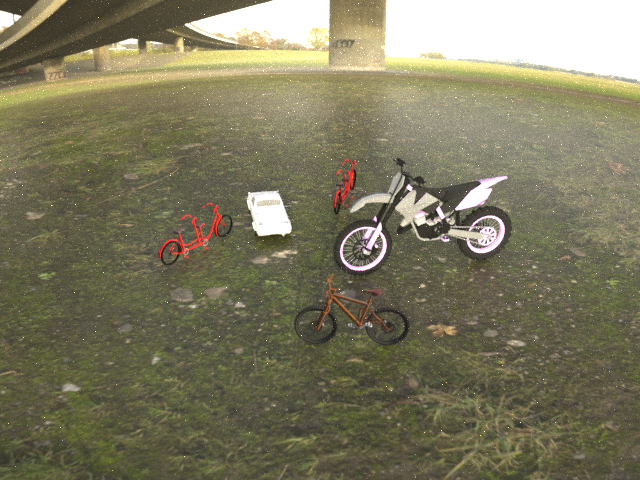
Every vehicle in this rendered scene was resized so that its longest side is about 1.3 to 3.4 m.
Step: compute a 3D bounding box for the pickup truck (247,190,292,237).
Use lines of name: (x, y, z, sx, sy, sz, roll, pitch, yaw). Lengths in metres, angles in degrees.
pickup truck: (-0.897, -0.508, 12.153, 0.640, 0.511, 1.603, -5, 27, -10)

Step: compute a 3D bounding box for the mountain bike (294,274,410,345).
mountain bike: (0.403, 0.949, 8.831, 1.469, 0.868, 0.573, 1, 27, 2)

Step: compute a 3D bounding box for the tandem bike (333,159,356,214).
tandem bike: (0.473, -1.040, 13.026, 0.283, 0.682, 1.642, 7, 27, 14)

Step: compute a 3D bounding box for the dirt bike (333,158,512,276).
dirt bike: (1.601, -0.319, 10.479, 2.903, 1.666, 1.024, -7, 27, -14)

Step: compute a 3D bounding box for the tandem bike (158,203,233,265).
tandem bike: (-1.972, -0.134, 11.212, 0.283, 0.682, 1.642, 18, 32, 32)
